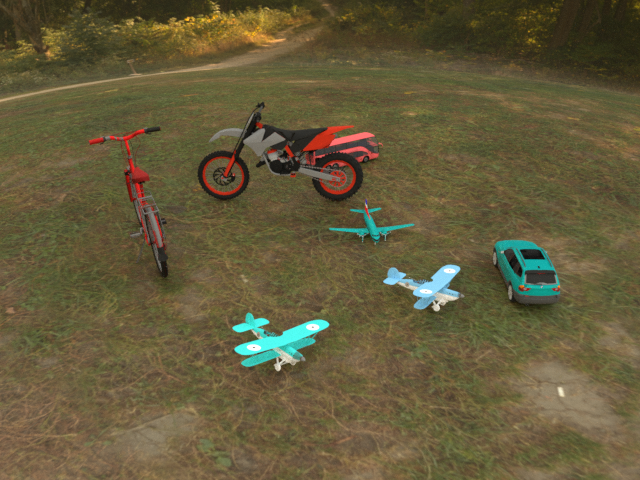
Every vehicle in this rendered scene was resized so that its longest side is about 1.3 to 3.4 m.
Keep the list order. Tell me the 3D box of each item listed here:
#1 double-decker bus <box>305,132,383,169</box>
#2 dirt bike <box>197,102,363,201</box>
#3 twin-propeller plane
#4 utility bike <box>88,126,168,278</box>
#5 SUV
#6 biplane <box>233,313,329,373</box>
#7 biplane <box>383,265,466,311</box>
[{"bbox_3d":[0.476,-1.754,13.923,1.672,0.541,0.389,-17,32,-30],"label":"double-decker bus"},{"bbox_3d":[-0.693,-1.447,12.082,2.903,1.666,1.024,0,27,0],"label":"dirt bike"},{"bbox_3d":[0.813,-0.282,11.182,1.370,0.407,1.095,-3,27,-6],"label":"twin-propeller plane"},{"bbox_3d":[-2.706,-0.629,10.288,1.039,1.839,2.791,-11,29,-20],"label":"utility bike"},{"bbox_3d":[2.869,0.353,9.746,0.656,0.580,1.572,0,27,0],"label":"SUV"},{"bbox_3d":[-0.523,1.180,8.208,1.336,0.504,1.090,-23,35,-37],"label":"biplane"},{"bbox_3d":[1.402,0.619,9.309,1.090,0.504,1.336,14,30,26],"label":"biplane"}]
